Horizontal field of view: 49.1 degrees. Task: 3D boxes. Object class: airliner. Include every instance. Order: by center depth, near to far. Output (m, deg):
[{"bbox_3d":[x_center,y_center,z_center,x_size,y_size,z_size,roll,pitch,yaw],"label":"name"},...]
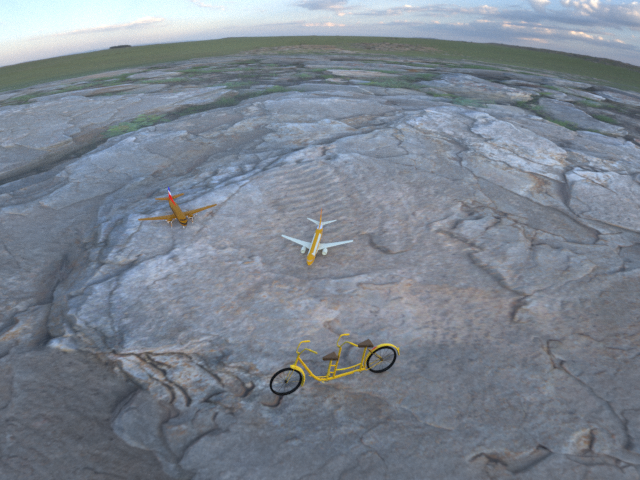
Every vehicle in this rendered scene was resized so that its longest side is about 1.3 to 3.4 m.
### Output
[{"bbox_3d":[-0.069,-0.043,11.068,1.161,0.429,1.307,4,30,8],"label":"airliner"}]

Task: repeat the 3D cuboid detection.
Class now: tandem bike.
[{"bbox_3d":[0.193,1.416,8.203,1.642,0.682,0.283,-10,31,-17],"label":"tandem bike"}]

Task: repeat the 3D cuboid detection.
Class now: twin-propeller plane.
[{"bbox_3d":[-2.455,-0.547,11.990,1.370,0.407,1.095,-13,32,-22],"label":"twin-propeller plane"}]
